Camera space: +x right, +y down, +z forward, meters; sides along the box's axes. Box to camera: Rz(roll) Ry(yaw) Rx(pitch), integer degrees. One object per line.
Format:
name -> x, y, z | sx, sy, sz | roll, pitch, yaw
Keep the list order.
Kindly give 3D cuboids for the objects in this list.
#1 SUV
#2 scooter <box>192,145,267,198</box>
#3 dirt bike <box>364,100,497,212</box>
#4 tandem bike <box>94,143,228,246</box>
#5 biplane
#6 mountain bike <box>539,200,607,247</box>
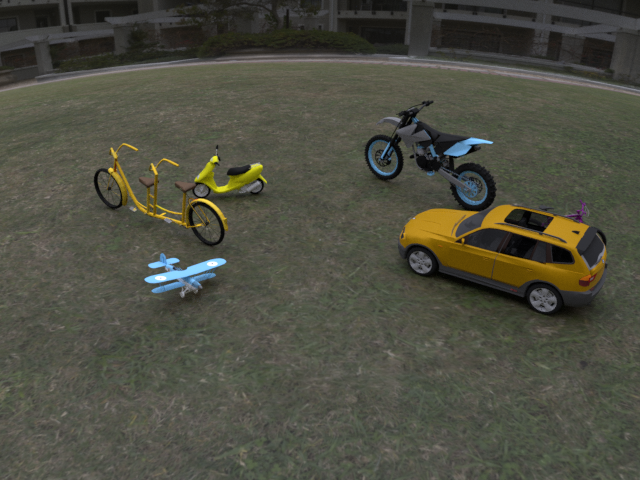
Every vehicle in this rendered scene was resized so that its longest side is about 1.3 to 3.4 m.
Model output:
SUV -> 2.684, 0.076, 10.445 | 3.058, 1.128, 1.276 | 17, 34, 28
scooter -> -1.694, -1.238, 12.995 | 1.399, 0.919, 0.662 | -5, 30, -9
dirt bike -> 1.972, -1.593, 12.862 | 2.903, 1.666, 1.024 | 24, 37, 36
tandem bike -> -2.791, -0.816, 11.829 | 3.192, 1.326, 0.550 | 19, 34, 30
biplane -> -2.040, 0.506, 10.317 | 1.336, 0.504, 1.090 | -25, 38, -37
mountain bike -> 3.808, -0.165, 11.138 | 1.469, 0.868, 0.573 | 8, 30, 15
